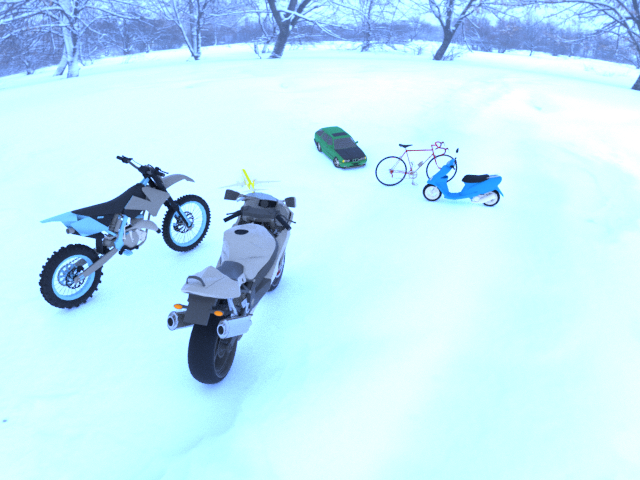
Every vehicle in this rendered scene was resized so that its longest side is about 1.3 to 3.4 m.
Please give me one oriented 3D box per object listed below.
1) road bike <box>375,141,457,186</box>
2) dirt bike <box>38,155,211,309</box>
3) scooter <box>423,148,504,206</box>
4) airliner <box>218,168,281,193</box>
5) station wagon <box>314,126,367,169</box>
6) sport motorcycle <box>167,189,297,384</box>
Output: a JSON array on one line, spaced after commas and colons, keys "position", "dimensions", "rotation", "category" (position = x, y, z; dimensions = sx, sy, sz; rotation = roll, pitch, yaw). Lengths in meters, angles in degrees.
[{"position": [1.785, -1.402, 12.894], "dimensions": [1.545, 0.852, 0.358], "rotation": [-2, 28, -5], "category": "road bike"}, {"position": [-2.678, -0.217, 9.836], "dimensions": [1.024, 1.666, 2.903], "rotation": [22, 35, 34], "category": "dirt bike"}, {"position": [2.504, -1.048, 12.166], "dimensions": [1.399, 0.919, 0.662], "rotation": [6, 29, 11], "category": "scooter"}, {"position": [-1.325, -1.165, 12.898], "dimensions": [1.161, 0.429, 1.307], "rotation": [-8, 29, -14], "category": "airliner"}, {"position": [0.408, -1.921, 14.255], "dimensions": [0.682, 0.473, 1.597], "rotation": [-11, 30, -19], "category": "station wagon"}, {"position": [-0.963, 0.449, 8.674], "dimensions": [0.983, 1.596, 2.955], "rotation": [7, 29, 13], "category": "sport motorcycle"}]
